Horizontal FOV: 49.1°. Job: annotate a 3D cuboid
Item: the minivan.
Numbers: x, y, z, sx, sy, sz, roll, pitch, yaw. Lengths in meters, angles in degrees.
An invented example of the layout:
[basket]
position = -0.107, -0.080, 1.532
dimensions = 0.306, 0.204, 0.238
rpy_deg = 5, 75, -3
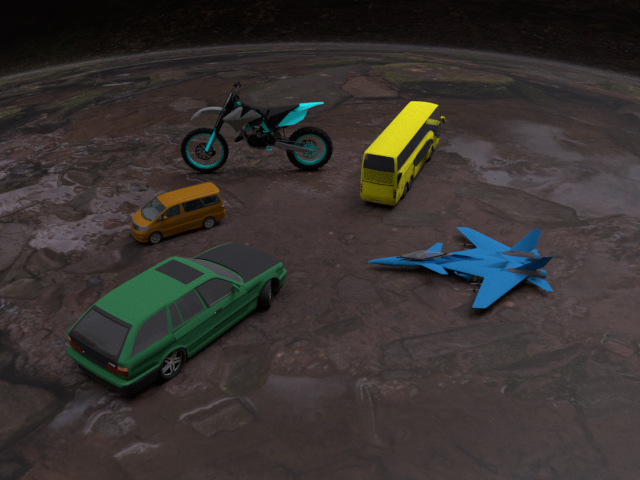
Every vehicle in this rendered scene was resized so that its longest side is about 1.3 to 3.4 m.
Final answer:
[minivan]
position = -2.357, -0.460, 11.533
dimensions = 1.548, 0.616, 0.681
rpy_deg = -18, 35, -27

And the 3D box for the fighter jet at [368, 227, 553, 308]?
[fighter jet]
position = 2.037, 0.233, 10.415
dimensions = 2.640, 0.557, 2.229
rpy_deg = 2, 31, 3

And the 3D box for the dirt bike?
[dirt bike]
position = -1.197, -2.041, 13.181
dimensions = 2.903, 1.666, 1.024
rpy_deg = -2, 31, -3

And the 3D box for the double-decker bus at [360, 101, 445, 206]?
[double-decker bus]
position = 1.608, -1.736, 13.269
dimensions = 0.756, 1.052, 3.251
rpy_deg = 12, 33, 19

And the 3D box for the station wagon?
[station wagon]
position = -1.744, 0.757, 9.168
dimensions = 1.327, 0.920, 3.105
rpy_deg = 20, 36, 31
